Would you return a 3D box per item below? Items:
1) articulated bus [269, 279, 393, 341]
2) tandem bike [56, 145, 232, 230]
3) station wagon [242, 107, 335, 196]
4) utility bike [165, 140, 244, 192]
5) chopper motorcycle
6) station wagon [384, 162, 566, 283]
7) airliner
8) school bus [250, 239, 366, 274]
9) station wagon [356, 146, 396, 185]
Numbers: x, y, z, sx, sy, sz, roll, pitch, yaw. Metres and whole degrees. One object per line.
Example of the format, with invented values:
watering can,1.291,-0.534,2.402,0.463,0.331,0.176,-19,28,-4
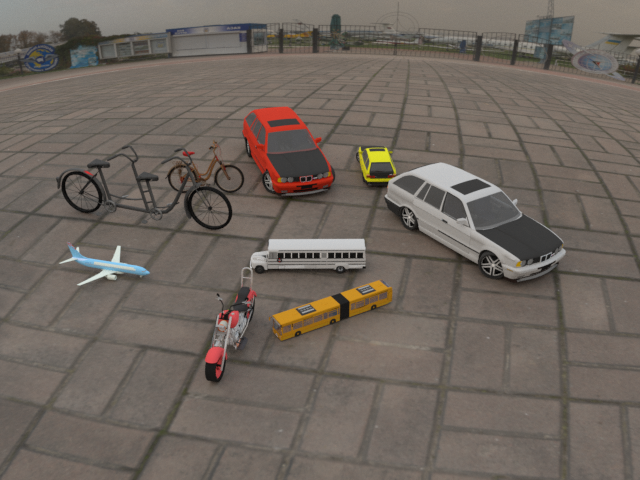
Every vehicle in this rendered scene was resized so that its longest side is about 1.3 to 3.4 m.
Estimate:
articulated bus,0.177,0.910,9.249,1.749,0.289,0.311,-16,33,-27
tandem bike,-2.941,-0.904,11.470,3.192,1.326,0.550,8,30,14
station wagon,-0.679,-1.822,13.558,1.327,0.920,3.105,-8,30,-15
utility bike,-2.087,-1.312,12.605,1.435,0.946,0.535,0,29,0
chopper motorcycle,-1.090,1.013,8.573,0.466,0.761,1.563,6,29,11
station wagon,2.370,-0.408,10.988,1.327,0.920,3.105,-18,33,-29
airliner,-3.098,0.296,10.218,1.307,0.429,1.161,7,30,13
school bus,-0.180,0.227,10.339,1.708,0.434,0.365,0,29,0
station wagon,1.090,-1.534,13.499,0.682,0.473,1.597,-1,29,-2
